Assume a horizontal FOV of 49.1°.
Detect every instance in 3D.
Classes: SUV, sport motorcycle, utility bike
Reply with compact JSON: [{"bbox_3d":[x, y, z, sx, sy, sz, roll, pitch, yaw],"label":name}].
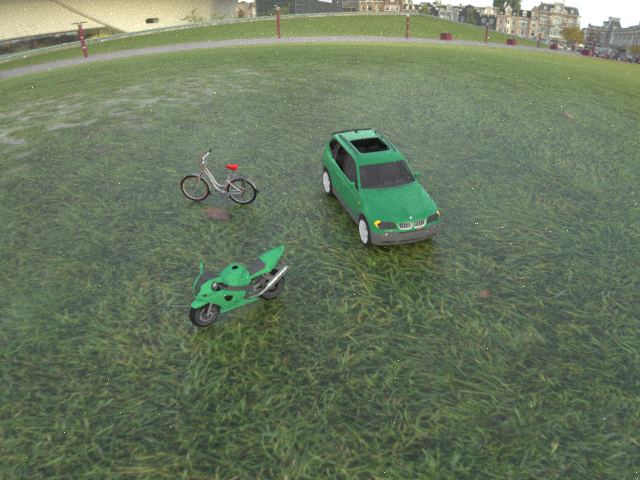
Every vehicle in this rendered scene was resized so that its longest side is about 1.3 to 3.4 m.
[{"bbox_3d":[0.953,-0.980,11.870,1.276,1.128,3.058,-9,32,-15],"label":"SUV"},{"bbox_3d":[-1.100,0.616,9.453,1.520,0.821,0.506,-21,37,-32],"label":"sport motorcycle"},{"bbox_3d":[-1.764,-1.030,12.136,1.435,0.946,0.535,5,31,8],"label":"utility bike"}]
